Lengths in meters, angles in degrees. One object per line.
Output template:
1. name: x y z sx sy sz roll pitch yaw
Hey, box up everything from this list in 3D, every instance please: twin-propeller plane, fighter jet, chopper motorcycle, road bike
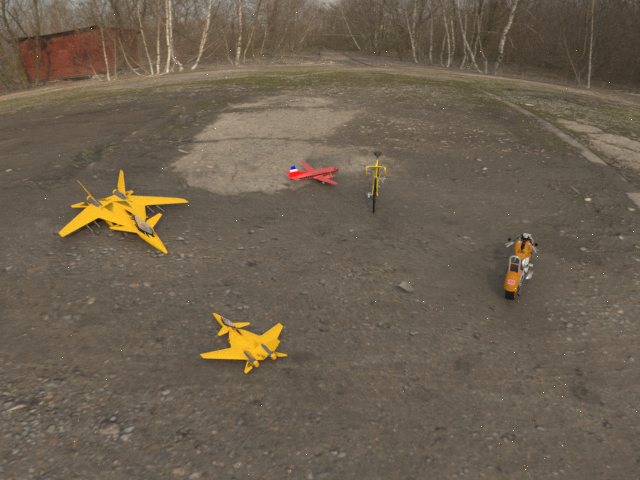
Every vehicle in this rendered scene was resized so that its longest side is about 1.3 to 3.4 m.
1. twin-propeller plane: -0.109 -1.311 13.410 1.095 0.407 1.370 -15 31 -26
2. fighter jet: -1.026 1.148 8.796 1.147 0.286 1.358 -18 33 -31
3. chopper motorcycle: 2.875 0.255 10.003 0.466 0.761 1.563 12 30 21
4. fighter jet: -3.130 -0.436 11.559 2.229 0.557 2.640 -19 33 -32
5. road bike: 1.004 -1.101 12.522 0.358 0.852 1.545 3 28 6
